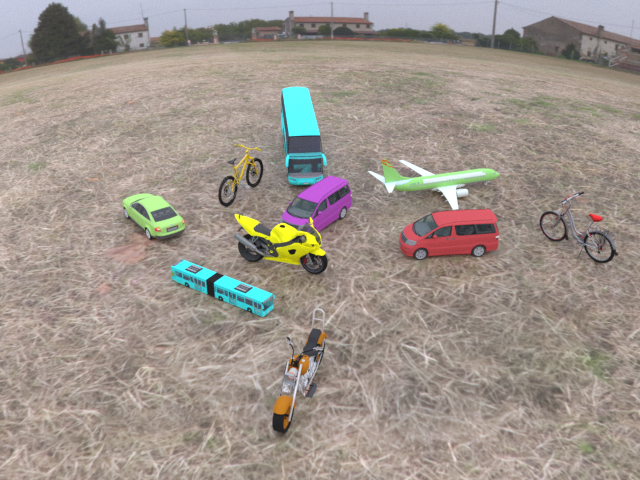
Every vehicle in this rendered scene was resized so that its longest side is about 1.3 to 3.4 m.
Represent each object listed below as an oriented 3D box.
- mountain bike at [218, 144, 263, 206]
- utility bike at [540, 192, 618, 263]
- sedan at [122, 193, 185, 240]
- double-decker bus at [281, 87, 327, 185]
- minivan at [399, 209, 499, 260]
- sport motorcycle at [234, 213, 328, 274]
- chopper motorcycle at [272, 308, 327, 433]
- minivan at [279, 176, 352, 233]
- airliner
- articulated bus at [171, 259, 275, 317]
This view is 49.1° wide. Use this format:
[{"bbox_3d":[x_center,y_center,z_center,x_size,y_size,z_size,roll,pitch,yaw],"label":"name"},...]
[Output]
[{"bbox_3d":[-1.441,-1.211,12.845,0.573,0.868,1.469,14,33,23],"label":"mountain bike"},{"bbox_3d":[4.043,-0.206,10.998,0.535,0.946,1.435,-21,36,-32],"label":"utility bike"},{"bbox_3d":[-2.870,-0.488,11.963,0.635,0.483,1.613,-20,35,-31],"label":"sedan"},{"bbox_3d":[-0.404,-2.150,14.311,0.756,1.052,3.251,-3,30,-5],"label":"double-decker bus"},{"bbox_3d":[2.050,-0.112,11.167,1.548,0.616,0.681,-3,30,-5],"label":"minivan"},{"bbox_3d":[-0.596,0.053,10.668,1.520,0.821,0.506,11,31,18],"label":"sport motorcycle"},{"bbox_3d":[-0.227,1.500,8.184,0.466,0.761,1.563,9,31,16],"label":"chopper motorcycle"},{"bbox_3d":[-0.075,-0.547,11.932,0.681,0.616,1.548,19,35,30],"label":"minivan"},{"bbox_3d":[2.244,-1.261,12.967,2.541,0.835,2.257,-10,31,-16],"label":"airliner"},{"bbox_3d":[-1.426,0.681,10.103,1.749,0.289,0.311,18,34,28],"label":"articulated bus"}]
